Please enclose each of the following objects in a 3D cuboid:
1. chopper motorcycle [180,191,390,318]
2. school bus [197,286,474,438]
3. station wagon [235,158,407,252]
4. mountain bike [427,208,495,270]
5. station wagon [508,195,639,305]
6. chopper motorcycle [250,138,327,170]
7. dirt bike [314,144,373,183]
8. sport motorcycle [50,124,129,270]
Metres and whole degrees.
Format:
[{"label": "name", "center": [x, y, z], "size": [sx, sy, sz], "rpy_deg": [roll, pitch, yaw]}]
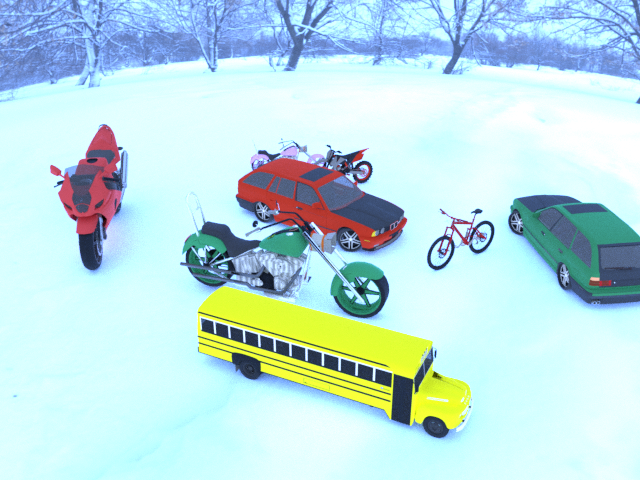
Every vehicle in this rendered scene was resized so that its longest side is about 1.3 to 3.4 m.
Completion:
[{"label": "chopper motorcycle", "center": [-0.532, 0.195, 9.690], "size": [3.040, 1.480, 0.906], "rpy_deg": [9, 28, 17]}, {"label": "school bus", "center": [0.130, 1.349, 8.124], "size": [3.322, 0.844, 0.709], "rpy_deg": [12, 30, 23]}, {"label": "station wagon", "center": [-0.001, -0.701, 12.066], "size": [3.105, 0.920, 1.327], "rpy_deg": [19, 33, 33]}, {"label": "mountain bike", "center": [2.216, -0.063, 10.872], "size": [1.469, 0.868, 0.573], "rpy_deg": [-18, 32, -32]}, {"label": "station wagon", "center": [4.018, -0.109, 10.903], "size": [1.327, 0.920, 3.105], "rpy_deg": [-4, 27, -7]}, {"label": "chopper motorcycle", "center": [-0.644, -1.697, 14.198], "size": [1.563, 0.761, 0.466], "rpy_deg": [-4, 27, -7]}, {"label": "dirt bike", "center": [0.405, -1.397, 13.504], "size": [1.493, 0.857, 0.527], "rpy_deg": [-15, 31, -27]}, {"label": "sport motorcycle", "center": [-3.629, -0.769, 11.455], "size": [0.983, 1.596, 2.955], "rpy_deg": [-3, 27, -6]}]
